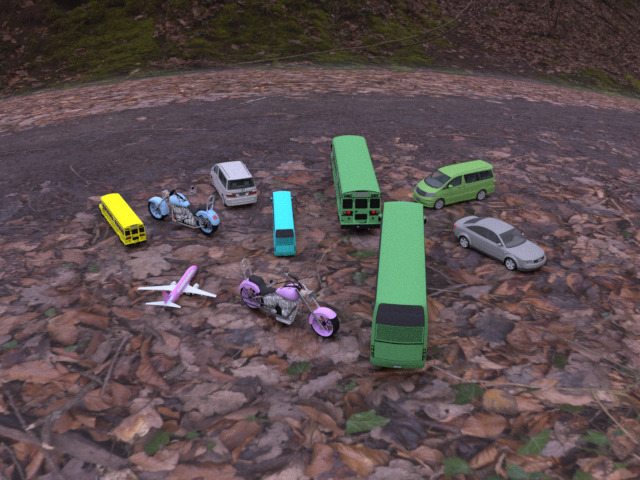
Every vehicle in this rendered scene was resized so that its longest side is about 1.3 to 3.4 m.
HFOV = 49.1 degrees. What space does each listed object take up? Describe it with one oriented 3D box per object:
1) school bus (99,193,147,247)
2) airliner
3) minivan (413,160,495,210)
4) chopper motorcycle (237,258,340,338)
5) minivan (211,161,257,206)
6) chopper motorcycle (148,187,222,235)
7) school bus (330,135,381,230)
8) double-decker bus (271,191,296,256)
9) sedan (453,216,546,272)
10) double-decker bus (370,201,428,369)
[{"bbox_3d":[-3.379,-0.382,11.857,0.365,0.434,1.708,-15,31,-27],"label":"school bus"},{"bbox_3d":[-1.999,0.588,9.983,1.161,0.429,1.307,5,28,9],"label":"airliner"},{"bbox_3d":[2.476,-1.036,12.926,1.548,0.616,0.681,-12,30,-23],"label":"minivan"},{"bbox_3d":[-0.437,0.765,9.280,1.563,0.761,0.466,16,31,28],"label":"chopper motorcycle"},{"bbox_3d":[-1.643,-1.139,13.125,0.681,0.616,1.548,-9,29,-17],"label":"minivan"},{"bbox_3d":[-2.336,-0.561,11.846,1.563,0.761,0.466,17,32,30],"label":"chopper motorcycle"},{"bbox_3d":[0.611,-1.173,12.942,0.709,0.844,3.322,-1,27,-2],"label":"school bus"},{"bbox_3d":[-0.610,-0.312,11.605,0.389,0.541,1.672,-2,27,-4],"label":"double-decker bus"},{"bbox_3d":[2.832,-0.005,11.073,0.635,0.483,1.613,-20,33,-33],"label":"sedan"},{"bbox_3d":[1.103,0.453,9.567,0.756,1.052,3.251,3,27,6],"label":"double-decker bus"}]
